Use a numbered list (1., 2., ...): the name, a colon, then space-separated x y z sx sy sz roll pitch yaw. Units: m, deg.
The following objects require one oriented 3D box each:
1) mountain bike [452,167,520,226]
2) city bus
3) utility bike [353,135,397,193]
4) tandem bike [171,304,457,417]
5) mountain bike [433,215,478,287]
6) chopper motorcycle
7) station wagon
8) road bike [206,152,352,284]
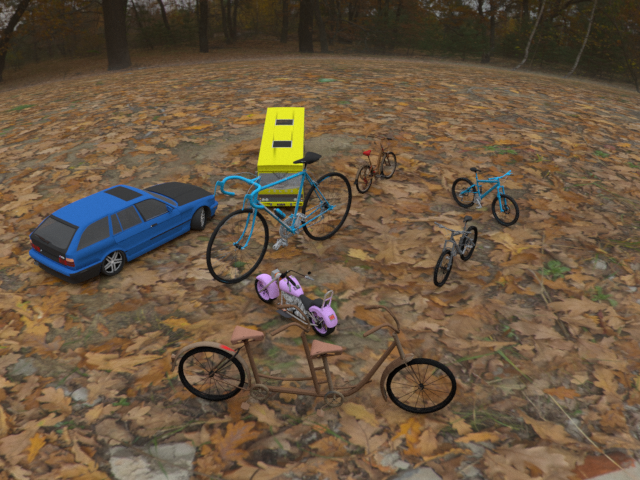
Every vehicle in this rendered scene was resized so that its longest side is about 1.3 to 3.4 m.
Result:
1. mountain bike: 2.850 -0.809 12.086 0.573 0.868 1.469 -21 35 -33
2. city bus: -0.704 -1.657 13.621 0.926 0.894 3.255 0 28 -1
3. utility bike: 1.020 -1.477 13.234 0.535 0.946 1.435 20 34 32
4. tandem bike: -0.091 1.320 7.681 3.192 1.326 0.550 3 29 5
5. mountain bike: 2.045 0.095 10.419 0.573 0.868 1.469 18 33 30
6. chopper motorcycle: -0.352 0.726 9.369 0.466 0.761 1.563 -24 37 -37
7. station wagon: -3.033 -0.363 11.207 1.327 0.920 3.105 20 34 32
8. road bike: -0.528 -0.437 10.573 0.697 1.656 3.004 25 37 38
